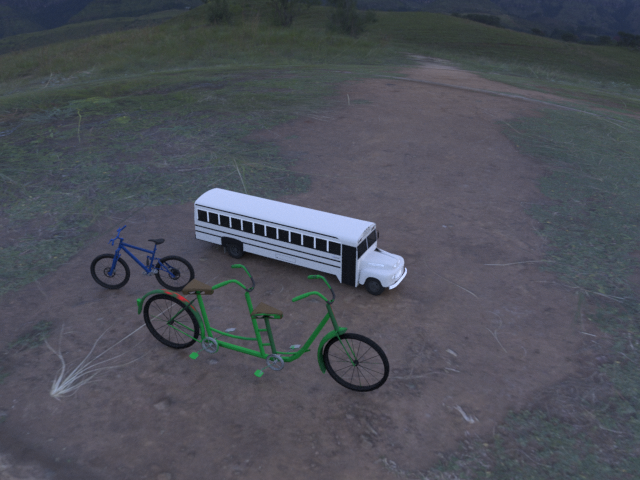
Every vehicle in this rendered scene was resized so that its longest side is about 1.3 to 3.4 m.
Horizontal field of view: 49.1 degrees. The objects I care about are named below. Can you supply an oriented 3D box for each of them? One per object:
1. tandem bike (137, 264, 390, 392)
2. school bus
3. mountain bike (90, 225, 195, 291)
[{"bbox_3d":[-0.736,0.926,8.003,3.192,1.326,0.550,10,29,18],"label":"tandem bike"},{"bbox_3d":[-0.325,-0.025,10.360,3.322,0.844,0.709,14,30,24],"label":"school bus"},{"bbox_3d":[-2.473,0.315,9.680,1.469,0.868,0.573,2,27,3],"label":"mountain bike"}]
